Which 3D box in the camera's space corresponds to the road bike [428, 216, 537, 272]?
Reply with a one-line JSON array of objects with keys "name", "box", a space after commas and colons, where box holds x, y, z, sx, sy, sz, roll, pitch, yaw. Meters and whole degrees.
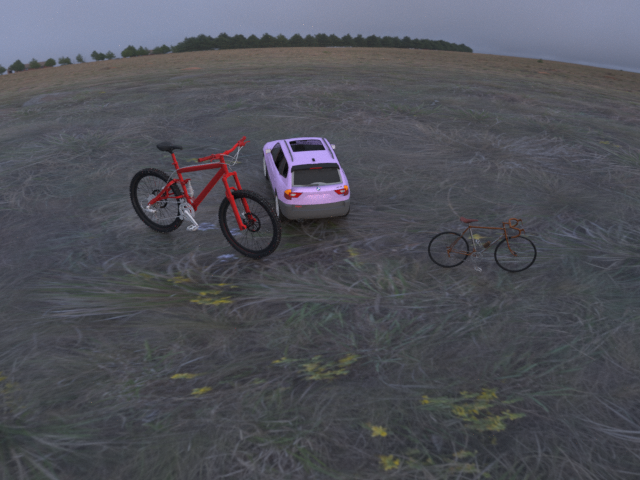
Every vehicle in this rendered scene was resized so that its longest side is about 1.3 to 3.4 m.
[{"name": "road bike", "box": [2.343, 0.060, 10.082, 1.545, 0.852, 0.358, 4, 27, 7]}]

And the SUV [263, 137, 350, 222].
[{"name": "SUV", "box": [-0.287, -1.288, 12.404, 1.276, 1.128, 3.058, -5, 28, -9]}]

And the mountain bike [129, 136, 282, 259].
[{"name": "mountain bike", "box": [-1.824, -0.692, 10.630, 2.857, 1.688, 1.114, 14, 30, 26]}]
